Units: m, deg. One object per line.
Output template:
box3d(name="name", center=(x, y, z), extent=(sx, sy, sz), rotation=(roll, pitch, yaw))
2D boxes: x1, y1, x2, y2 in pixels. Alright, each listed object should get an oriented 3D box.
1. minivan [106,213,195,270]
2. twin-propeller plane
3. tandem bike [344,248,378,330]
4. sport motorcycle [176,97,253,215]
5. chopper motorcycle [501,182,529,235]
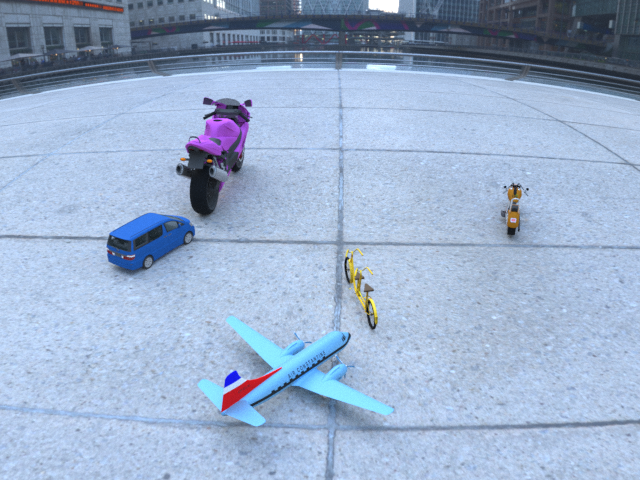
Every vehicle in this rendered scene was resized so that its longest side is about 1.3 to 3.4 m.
box3d(name="minivan", center=(-2.671, -0.075, 11.185), extent=(0.681, 0.616, 1.548), rotation=(16, 32, 27))
box3d(name="twin-propeller plane", center=(-0.337, 1.443, 8.153), extent=(2.663, 0.792, 2.129), rotation=(23, 36, 37))
box3d(name="tandem bike", center=(0.560, 0.610, 9.830), extent=(0.283, 0.682, 1.642), rotation=(-6, 29, -11))
box3d(name="sport motorcycle", center=(-1.889, -1.653, 13.099), extent=(0.983, 1.596, 2.955), rotation=(4, 28, 8))
box3d(name="chopper motorcycle", center=(3.361, -0.662, 12.129), extent=(0.466, 0.761, 1.563), rotation=(7, 29, 13))
